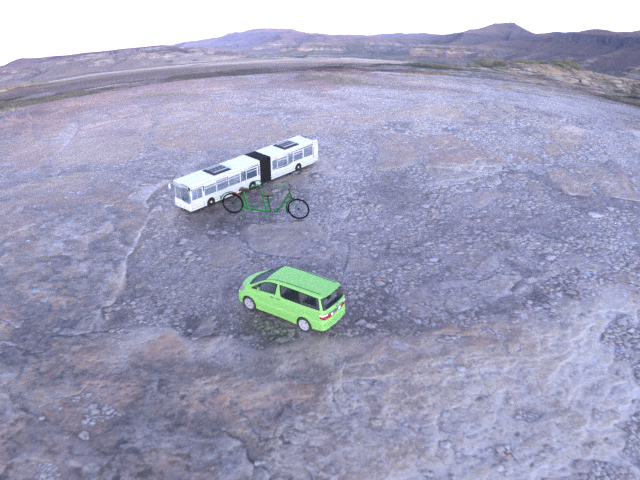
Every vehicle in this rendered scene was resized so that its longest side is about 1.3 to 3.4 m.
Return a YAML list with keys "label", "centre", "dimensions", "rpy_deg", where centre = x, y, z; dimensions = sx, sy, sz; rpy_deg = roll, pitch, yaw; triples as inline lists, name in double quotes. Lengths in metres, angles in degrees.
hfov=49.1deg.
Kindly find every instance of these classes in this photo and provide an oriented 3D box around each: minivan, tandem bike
- label: "minivan"
  centre: [-0.419, 0.736, 9.688]
  dimensions: [1.548, 0.616, 0.681]
  rpy_deg: [18, 33, 29]
- label: "tandem bike"
  centre: [-0.987, -0.728, 12.342]
  dimensions: [1.642, 0.682, 0.283]
  rpy_deg: [6, 29, 11]

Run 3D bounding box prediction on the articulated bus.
- label: "articulated bus"
  centre: [-1.364, -1.356, 13.638]
  dimensions: [0.605, 0.561, 3.401]
  rpy_deg: [24, 36, 37]
